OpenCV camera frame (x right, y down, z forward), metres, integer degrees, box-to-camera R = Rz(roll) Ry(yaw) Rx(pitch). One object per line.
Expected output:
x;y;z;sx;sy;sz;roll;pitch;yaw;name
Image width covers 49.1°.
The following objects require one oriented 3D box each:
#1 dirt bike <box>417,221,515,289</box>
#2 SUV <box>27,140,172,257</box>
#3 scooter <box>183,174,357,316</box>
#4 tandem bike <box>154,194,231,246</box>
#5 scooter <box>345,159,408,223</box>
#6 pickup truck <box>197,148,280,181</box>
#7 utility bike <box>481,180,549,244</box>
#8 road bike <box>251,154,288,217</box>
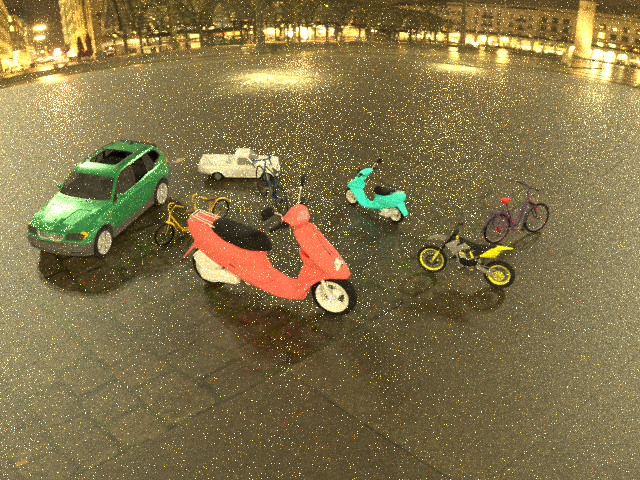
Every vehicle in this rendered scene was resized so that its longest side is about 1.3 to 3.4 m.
2.178;0.235;10.429;1.493;0.857;0.527;13;32;21;dirt bike
-3.696;-0.796;11.964;1.276;1.128;3.058;9;31;15;SUV
-0.747;0.070;9.779;2.721;1.786;1.288;12;32;20;scooter
-2.127;-0.433;11.779;0.283;0.682;1.642;24;37;35;tandem bike
0.980;-0.876;12.317;1.399;0.919;0.662;25;38;37;scooter
-1.599;-1.515;13.851;1.603;0.511;0.640;1;30;2;pickup truck
3.232;-0.478;11.590;1.435;0.946;0.535;-14;33;-23;utility bike
-0.881;-0.998;12.599;0.358;0.852;1.545;-13;32;-22;road bike
